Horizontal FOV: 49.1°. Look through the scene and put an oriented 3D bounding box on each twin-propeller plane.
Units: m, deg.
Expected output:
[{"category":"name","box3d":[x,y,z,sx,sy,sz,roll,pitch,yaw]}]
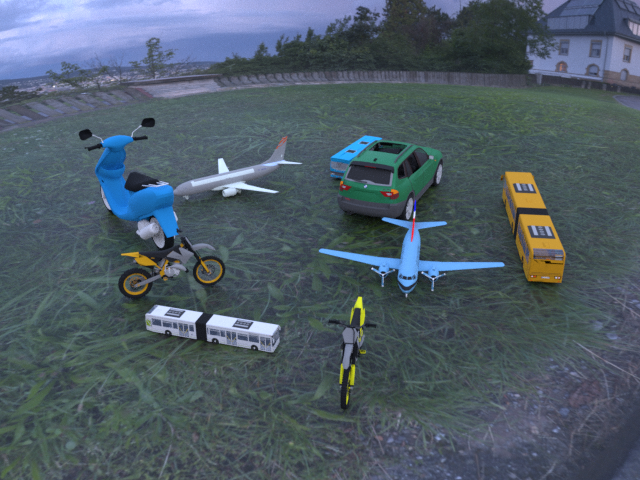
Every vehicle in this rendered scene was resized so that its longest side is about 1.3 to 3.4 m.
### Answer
[{"category":"twin-propeller plane","box3d":[1.334,0.118,10.275,2.663,0.792,2.129,4,26,9]}]

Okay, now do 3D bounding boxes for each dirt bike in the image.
[{"category":"dirt bike","box3d":[-2.060,0.343,9.729,1.493,0.857,0.527,-9,27,-18]},{"category":"dirt bike","box3d":[0.379,1.205,7.925,0.527,0.857,1.493,4,26,9]}]

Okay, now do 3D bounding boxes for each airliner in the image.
[{"category":"airliner","box3d":[-1.657,-1.365,13.328,2.541,0.835,2.257,-16,30,-30]}]

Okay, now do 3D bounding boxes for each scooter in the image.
[{"category":"scooter","box3d":[-3.047,-0.947,11.349,1.288,1.786,2.721,-19,31,-34]}]

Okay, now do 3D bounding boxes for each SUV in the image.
[{"category":"SUV","box3d":[1.354,-1.280,12.810,1.276,1.128,3.058,11,28,22]}]

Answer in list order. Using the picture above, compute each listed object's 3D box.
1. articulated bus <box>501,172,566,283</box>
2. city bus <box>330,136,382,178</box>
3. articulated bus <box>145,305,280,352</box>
[{"category":"articulated bus","box3d":[3.425,-0.310,11.438,0.605,0.561,3.401,3,26,6]},{"category":"city bus","box3d":[0.769,-1.697,14.457,0.476,0.460,1.674,13,28,25]},{"category":"articulated bus","box3d":[-1.349,1.108,8.787,1.749,0.289,0.311,7,27,15]}]
